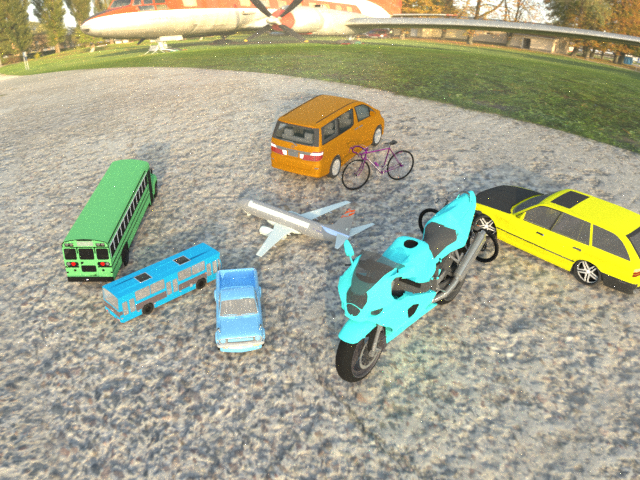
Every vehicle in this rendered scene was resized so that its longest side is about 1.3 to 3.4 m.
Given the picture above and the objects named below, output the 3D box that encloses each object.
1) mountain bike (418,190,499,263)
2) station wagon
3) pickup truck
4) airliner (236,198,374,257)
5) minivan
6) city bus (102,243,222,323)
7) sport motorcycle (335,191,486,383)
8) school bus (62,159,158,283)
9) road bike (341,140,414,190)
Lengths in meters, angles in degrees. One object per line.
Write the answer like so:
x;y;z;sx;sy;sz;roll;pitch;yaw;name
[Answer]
2.123;-0.214;10.764;1.469;0.868;0.573;26;39;37;mountain bike
3.709;-0.251;10.774;1.327;0.920;3.105;-24;38;-35;station wagon
-1.081;0.852;9.283;0.640;0.511;1.603;-4;30;-7;pickup truck
-0.440;-0.461;11.221;2.541;0.835;2.257;22;36;32;airliner
0.237;-2.211;13.876;1.324;1.197;3.011;16;34;25;minivan
-2.166;0.592;9.782;1.674;0.460;0.476;-26;39;-37;city bus
1.132;0.529;8.758;0.983;1.596;2.955;21;36;32;sport motorcycle
-3.248;-0.461;11.212;0.709;0.844;3.322;0;30;0;school bus
1.078;-1.399;12.820;1.545;0.852;0.358;-14;33;-23;road bike
